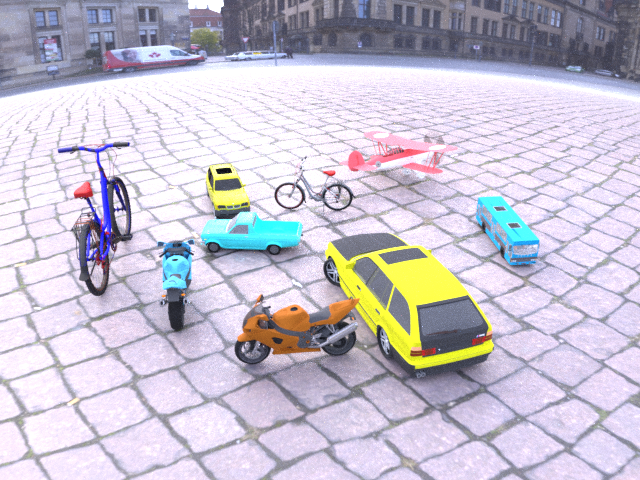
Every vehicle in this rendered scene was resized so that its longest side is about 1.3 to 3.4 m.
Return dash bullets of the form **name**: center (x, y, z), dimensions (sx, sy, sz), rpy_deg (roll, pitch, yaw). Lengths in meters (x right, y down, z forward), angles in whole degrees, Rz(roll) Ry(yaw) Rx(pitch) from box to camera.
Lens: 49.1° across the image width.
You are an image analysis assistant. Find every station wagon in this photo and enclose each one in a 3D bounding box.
- **station wagon**: center (1.048, 0.570, 9.284), dimensions (1.327, 0.920, 3.105), rpy_deg (-9, 29, -17)

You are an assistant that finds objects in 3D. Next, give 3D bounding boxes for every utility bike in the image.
- **utility bike**: center (-3.270, -0.440, 10.245), dimensions (1.039, 1.839, 2.791), rpy_deg (-1, 27, -2)
- **utility bike**: center (-0.092, -0.918, 12.156), dimensions (1.435, 0.946, 0.535), rpy_deg (2, 27, 3)

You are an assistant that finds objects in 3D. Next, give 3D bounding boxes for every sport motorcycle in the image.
- **sport motorcycle**: center (-0.274, 1.082, 8.393), dimensions (1.520, 0.821, 0.506), rpy_deg (-5, 28, -9)
- **sport motorcycle**: center (-1.926, 0.548, 9.434), dimensions (0.506, 0.821, 1.520), rpy_deg (-4, 27, -7)

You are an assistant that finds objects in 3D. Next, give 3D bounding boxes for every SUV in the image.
- **SUV**: center (-1.678, -0.917, 12.554), dimensions (0.656, 0.580, 1.572), rpy_deg (-7, 28, -14)

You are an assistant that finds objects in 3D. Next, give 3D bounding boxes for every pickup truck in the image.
- **pickup truck**: center (-1.082, -0.137, 11.110), dimensions (1.603, 0.511, 0.640), rpy_deg (2, 27, 4)

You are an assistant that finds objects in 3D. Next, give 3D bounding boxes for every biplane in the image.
- **biplane**: center (1.405, -1.578, 13.404), dimensions (2.120, 0.981, 2.598), rpy_deg (-16, 31, -28)

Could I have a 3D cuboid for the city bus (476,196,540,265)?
- **city bus**: center (2.968, -0.160, 11.210), dimensions (0.476, 0.460, 1.674), rpy_deg (-3, 27, -6)
